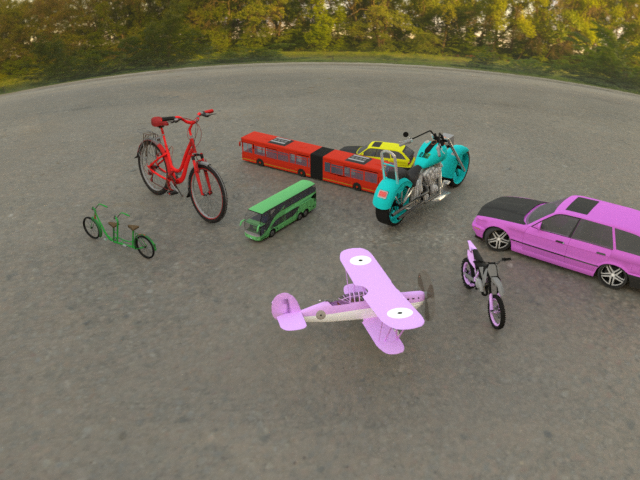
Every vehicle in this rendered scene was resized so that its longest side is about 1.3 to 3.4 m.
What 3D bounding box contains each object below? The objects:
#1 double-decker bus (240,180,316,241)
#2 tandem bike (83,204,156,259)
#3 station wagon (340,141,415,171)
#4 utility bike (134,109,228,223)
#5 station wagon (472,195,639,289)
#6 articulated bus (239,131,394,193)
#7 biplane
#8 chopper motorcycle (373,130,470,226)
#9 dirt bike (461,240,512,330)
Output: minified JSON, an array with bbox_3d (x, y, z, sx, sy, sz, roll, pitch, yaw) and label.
[{"bbox_3d":[-0.670,-0.504,11.948,0.389,0.541,1.672,19,34,31],"label":"double-decker bus"},{"bbox_3d":[-3.237,-0.162,11.172,1.642,0.682,0.283,17,33,28],"label":"tandem bike"},{"bbox_3d":[1.123,-1.740,14.290,1.597,0.473,0.682,9,30,16],"label":"station wagon"},{"bbox_3d":[-2.454,-1.469,12.364,1.039,1.839,2.791,-25,37,-38],"label":"utility bike"},{"bbox_3d":[3.945,-0.155,10.910,3.105,0.920,1.327,20,34,32],"label":"station wagon"},{"bbox_3d":[-0.104,-1.554,13.856,3.401,0.561,0.605,17,33,28],"label":"articulated bus"},{"bbox_3d":[0.425,0.837,9.025,2.120,0.981,2.598,-6,29,-11],"label":"biplane"},{"bbox_3d":[1.900,-1.289,12.409,0.906,1.480,3.040,20,34,32],"label":"chopper motorcycle"},{"bbox_3d":[2.270,0.552,9.677,0.527,0.857,1.493,-5,29,-9],"label":"dirt bike"}]
